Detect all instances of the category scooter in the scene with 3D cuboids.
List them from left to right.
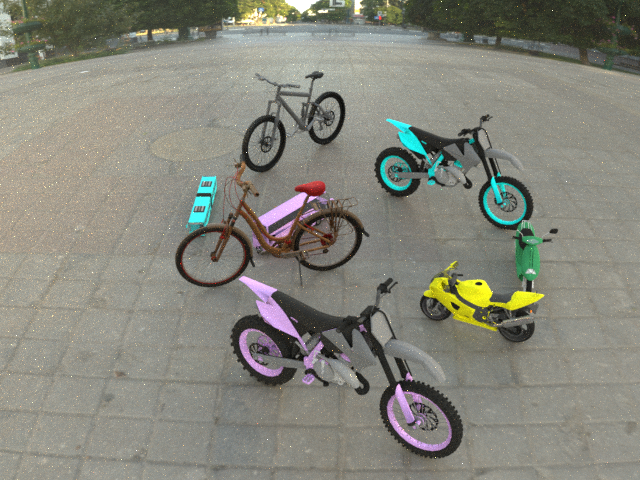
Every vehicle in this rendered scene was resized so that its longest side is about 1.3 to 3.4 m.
[{"bbox_3d":[2.955,0.133,9.961,0.662,0.919,1.399,5,31,8],"label":"scooter"}]

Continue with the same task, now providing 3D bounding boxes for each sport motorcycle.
[{"bbox_3d":[2.017,0.816,8.907,1.520,0.821,0.506,13,33,21],"label":"sport motorcycle"}]

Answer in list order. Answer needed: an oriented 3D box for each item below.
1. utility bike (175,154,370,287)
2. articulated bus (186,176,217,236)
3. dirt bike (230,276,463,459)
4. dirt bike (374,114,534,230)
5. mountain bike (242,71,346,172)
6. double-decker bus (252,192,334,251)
[{"bbox_3d":[-0.599,-0.169,9.568,2.791,1.839,1.039,-8,32,-13],"label":"utility bike"},{"bbox_3d":[-1.969,-0.601,11.815,0.311,0.289,1.749,0,31,-1],"label":"articulated bus"},{"bbox_3d":[0.194,1.220,7.397,2.903,1.666,1.024,19,35,28],"label":"dirt bike"},{"bbox_3d":[2.162,-1.209,11.490,2.903,1.666,1.024,21,36,31],"label":"dirt bike"},{"bbox_3d":[-0.451,-2.387,13.453,1.114,1.688,2.857,24,38,35],"label":"mountain bike"},{"bbox_3d":[-0.415,-0.351,11.146,0.389,0.541,1.672,21,37,31],"label":"double-decker bus"}]
